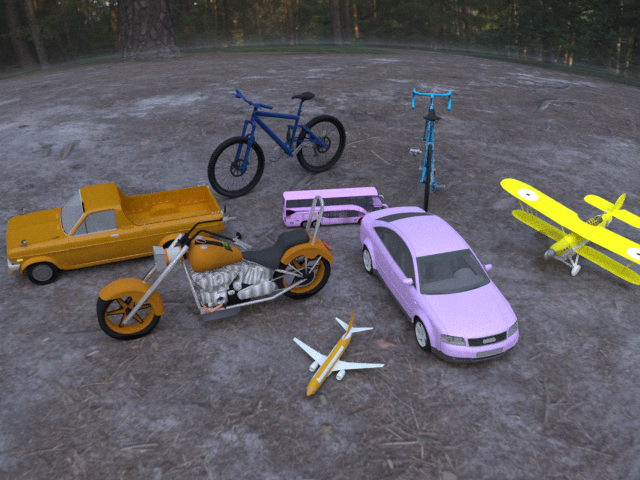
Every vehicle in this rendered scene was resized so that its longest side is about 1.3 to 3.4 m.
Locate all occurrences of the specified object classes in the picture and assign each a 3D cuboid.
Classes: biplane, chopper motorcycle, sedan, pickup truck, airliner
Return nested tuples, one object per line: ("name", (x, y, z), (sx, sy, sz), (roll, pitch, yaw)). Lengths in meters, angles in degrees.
("biplane", (3.853, -0.113, 10.023), (2.120, 0.981, 2.598), (-25, 38, -37))
("chopper motorcycle", (-1.269, 0.334, 8.739), (3.040, 1.480, 0.906), (-11, 31, -18))
("sedan", (1.477, 0.385, 9.193), (1.235, 0.940, 3.137), (-9, 31, -15))
("pickup truck", (-2.985, -0.257, 10.263), (3.117, 0.993, 1.244), (-10, 31, -18))
("airliner", (0.145, 1.302, 8.104), (1.161, 0.429, 1.307), (13, 32, 22))

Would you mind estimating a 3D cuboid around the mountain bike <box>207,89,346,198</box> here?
("mountain bike", (-0.698, -1.754, 12.180), (2.857, 1.688, 1.114), (-20, 35, -31))

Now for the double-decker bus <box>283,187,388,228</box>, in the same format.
("double-decker bus", (0.238, -0.525, 11.186), (1.672, 0.541, 0.389), (-4, 30, -6))

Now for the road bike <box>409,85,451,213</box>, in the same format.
("road bike", (1.858, -1.601, 11.945), (0.696, 1.656, 3.004), (4, 30, 7))
